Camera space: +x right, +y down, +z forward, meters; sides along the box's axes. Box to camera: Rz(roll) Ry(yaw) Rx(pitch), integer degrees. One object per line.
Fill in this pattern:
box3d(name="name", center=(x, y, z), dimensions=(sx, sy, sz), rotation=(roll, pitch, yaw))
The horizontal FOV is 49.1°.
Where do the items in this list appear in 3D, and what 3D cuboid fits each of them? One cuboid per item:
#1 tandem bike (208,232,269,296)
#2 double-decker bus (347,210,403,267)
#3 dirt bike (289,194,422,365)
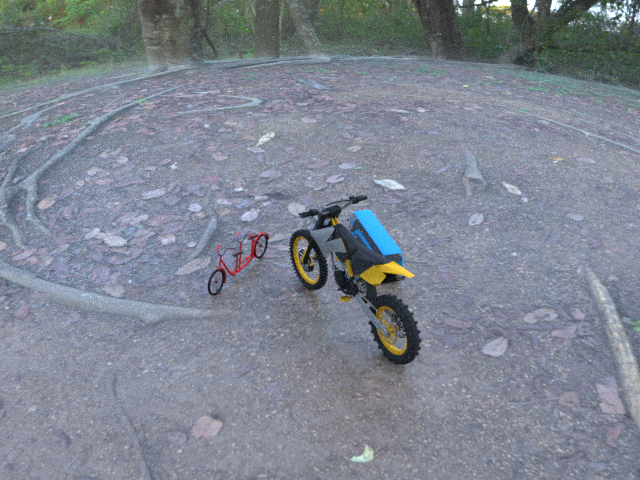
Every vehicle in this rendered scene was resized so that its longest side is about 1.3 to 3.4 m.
box3d(name="tandem bike", center=(-1.210, 0.227, 10.554), dimensions=(0.283, 0.682, 1.642), rotation=(14, 32, 24))
box3d(name="double-decker bus", center=(0.856, 0.047, 11.022), dimensions=(0.389, 0.541, 1.672), rotation=(-8, 30, -13))
box3d(name="dirt bike", center=(0.361, 0.380, 9.266), dimensions=(1.024, 1.666, 2.903), rotation=(-18, 34, -29))
